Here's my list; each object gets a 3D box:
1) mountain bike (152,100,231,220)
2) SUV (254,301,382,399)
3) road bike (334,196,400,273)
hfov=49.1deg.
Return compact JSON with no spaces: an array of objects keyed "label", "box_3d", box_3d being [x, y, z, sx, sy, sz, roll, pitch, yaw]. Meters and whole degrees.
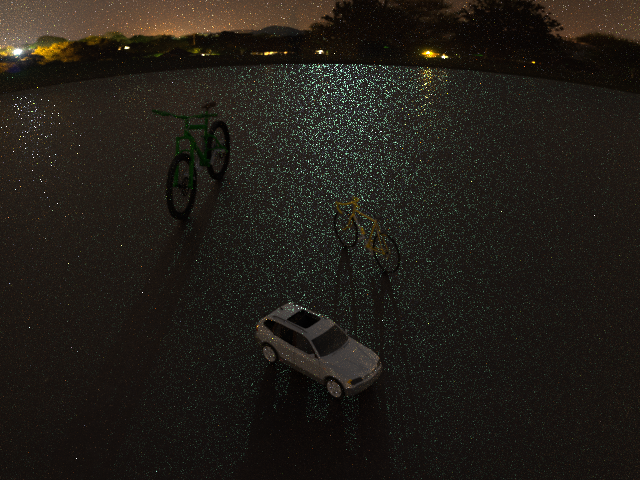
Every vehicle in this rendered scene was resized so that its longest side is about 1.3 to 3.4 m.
[{"label":"mountain bike","box_3d":[-2.068,-1.531,12.032,1.114,1.688,2.857,6,28,11]},{"label":"SUV","box_3d":[-0.039,1.192,7.921,1.572,0.580,0.656,21,34,35]},{"label":"road bike","box_3d":[0.659,-0.106,10.163,0.358,0.852,1.545,-18,32,-31]}]
